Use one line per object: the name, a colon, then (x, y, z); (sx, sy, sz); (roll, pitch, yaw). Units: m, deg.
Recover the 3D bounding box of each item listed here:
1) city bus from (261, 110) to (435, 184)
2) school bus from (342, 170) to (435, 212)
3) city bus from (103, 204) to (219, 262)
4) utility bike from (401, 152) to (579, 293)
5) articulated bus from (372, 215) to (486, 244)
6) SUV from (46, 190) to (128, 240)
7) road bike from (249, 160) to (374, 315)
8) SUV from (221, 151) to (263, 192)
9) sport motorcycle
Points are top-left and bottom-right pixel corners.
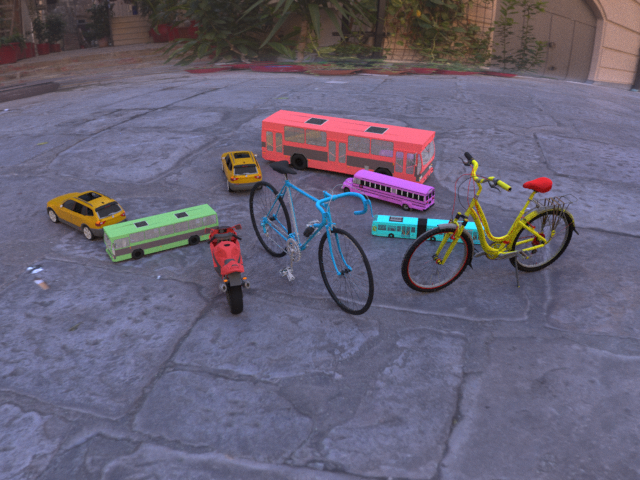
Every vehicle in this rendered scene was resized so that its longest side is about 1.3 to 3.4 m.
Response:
city bus: (0.500, -1.745, 13.315); (3.255, 0.894, 0.926); (12, 30, 22)
school bus: (1.153, -0.877, 12.157); (1.708, 0.434, 0.365); (18, 33, 30)
city bus: (-2.396, -0.103, 10.656); (1.674, 0.460, 0.476); (-15, 31, -26)
utility bike: (2.415, -0.177, 9.313); (2.791, 1.839, 1.039); (-10, 29, -18)
articulated bus: (1.696, -0.165, 10.959); (1.749, 0.289, 0.311); (5, 28, 9)
SUV: (-3.777, -0.496, 11.276); (1.572, 0.580, 0.656); (21, 34, 34)
road bike: (-0.210, -0.165, 9.487); (0.696, 1.656, 3.004); (-18, 33, -30)
SUV: (-1.456, -1.371, 12.942); (0.656, 0.580, 1.572); (-6, 28, -11)
sport motorcycle: (-1.226, 0.350, 9.405); (0.506, 0.821, 1.520); (-7, 28, -13)
